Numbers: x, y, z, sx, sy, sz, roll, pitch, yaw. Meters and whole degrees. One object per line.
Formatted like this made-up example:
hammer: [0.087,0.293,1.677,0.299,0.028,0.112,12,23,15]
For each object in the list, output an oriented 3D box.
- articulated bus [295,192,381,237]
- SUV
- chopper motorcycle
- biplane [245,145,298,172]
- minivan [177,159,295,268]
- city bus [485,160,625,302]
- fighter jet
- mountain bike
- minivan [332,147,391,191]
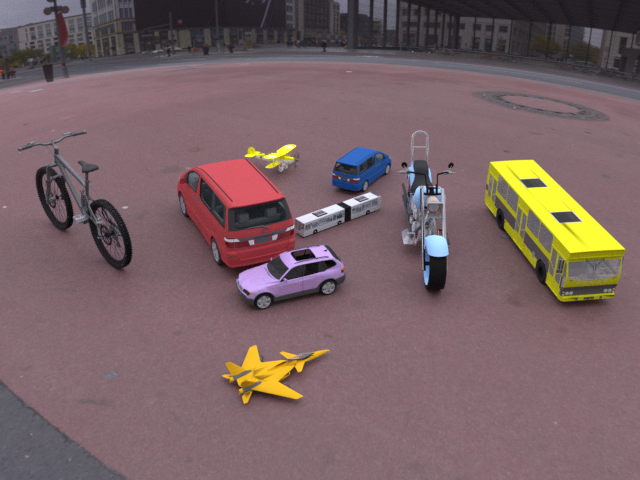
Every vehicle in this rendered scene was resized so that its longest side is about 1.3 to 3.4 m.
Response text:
articulated bus: [0.322,-0.452,11.998,1.749,0.289,0.311,-21,35,-33]
SUV: [-0.413,0.483,9.989,1.572,0.580,0.656,-11,31,-19]
chopper motorcycle: [1.660,-0.534,10.909,0.906,1.480,3.040,0,29,1]
biplane: [-0.935,-1.652,13.964,1.090,0.504,1.336,9,30,17]
minivan: [-1.463,-0.645,11.406,1.324,1.197,3.011,-13,31,-22]
city bus: [3.516,-0.228,10.959,0.926,0.894,3.255,-3,29,-6]
fighter jet: [-0.452,1.488,8.461,1.358,0.286,1.147,-17,33,-28]
mountain bike: [-3.776,-0.655,10.914,1.114,1.688,2.857,-26,38,-38]
minivan: [0.832,-1.436,13.454,0.681,0.616,1.548,16,33,27]
